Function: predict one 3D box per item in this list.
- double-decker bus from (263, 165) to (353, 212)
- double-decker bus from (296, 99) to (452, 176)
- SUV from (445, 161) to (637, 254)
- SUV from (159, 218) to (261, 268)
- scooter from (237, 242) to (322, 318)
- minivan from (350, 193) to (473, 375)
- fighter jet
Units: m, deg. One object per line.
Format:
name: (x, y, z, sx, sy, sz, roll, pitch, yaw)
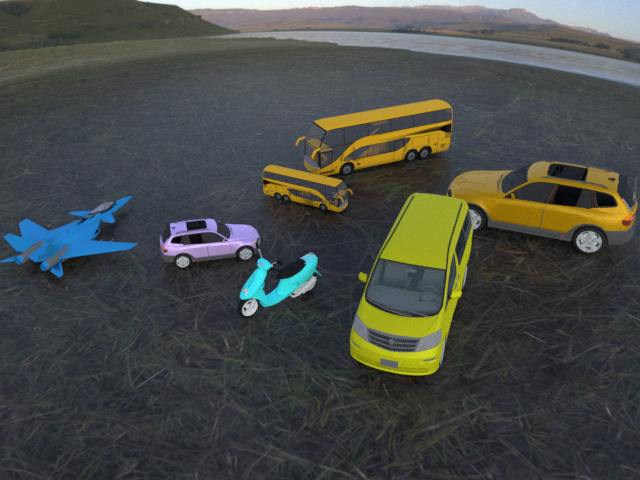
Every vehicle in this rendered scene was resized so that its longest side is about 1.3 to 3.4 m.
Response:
double-decker bus: (-0.251, -0.920, 12.547, 1.672, 0.541, 0.389, 15, 33, 24)
double-decker bus: (1.143, -2.033, 13.960, 3.251, 1.052, 0.756, -14, 33, -23)
SUV: (3.627, -0.697, 11.574, 3.058, 1.128, 1.276, 12, 32, 20)
SUV: (-1.721, -0.012, 10.939, 1.572, 0.580, 0.656, -7, 31, -12)
scooter: (-0.560, 0.502, 9.712, 1.399, 0.919, 0.662, -21, 36, -32)
minivan: (1.312, 0.496, 9.445, 1.324, 1.197, 3.011, 10, 31, 16)
fighter jet: (-3.890, -0.323, 11.500, 2.229, 0.557, 2.640, 11, 32, 19)
